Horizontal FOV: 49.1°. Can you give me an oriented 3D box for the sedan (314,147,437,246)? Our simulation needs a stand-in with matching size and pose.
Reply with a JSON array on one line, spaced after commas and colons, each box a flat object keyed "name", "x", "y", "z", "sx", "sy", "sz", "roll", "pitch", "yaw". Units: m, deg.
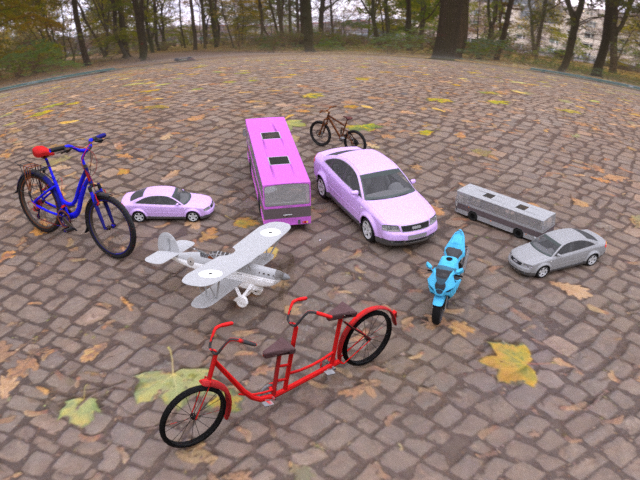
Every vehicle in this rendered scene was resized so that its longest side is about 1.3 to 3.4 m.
[{"name": "sedan", "x": 0.904, "y": -0.921, "z": 12.177, "sx": 1.235, "sy": 0.940, "sz": 3.137, "roll": -12, "pitch": 32, "yaw": -21}]

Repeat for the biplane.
[{"name": "biplane", "x": -1.370, "y": 0.330, "z": 9.910, "sx": 2.120, "sy": 0.981, "sz": 2.598, "roll": 12, "pitch": 31, "yaw": 20}]

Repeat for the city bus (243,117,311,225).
[{"name": "city bus", "x": -0.820, "y": -1.291, "z": 12.881, "sx": 0.926, "sy": 0.894, "sz": 3.255, "roll": -5, "pitch": 30, "yaw": -9}]

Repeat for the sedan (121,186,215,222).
[{"name": "sedan", "x": -2.647, "y": -0.658, "z": 12.174, "sx": 1.613, "sy": 0.483, "sz": 0.635, "roll": 0, "pitch": 29, "yaw": 0}]

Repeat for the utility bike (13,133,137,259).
[{"name": "utility bike", "x": -3.905, "y": -0.814, "z": 11.068, "sx": 2.791, "sy": 1.839, "sz": 1.039, "roll": 17, "pitch": 34, "yaw": 27}]

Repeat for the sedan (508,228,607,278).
[{"name": "sedan", "x": 3.650, "y": 0.139, "z": 10.757, "sx": 1.613, "sy": 0.483, "sz": 0.635, "roll": -12, "pitch": 31, "yaw": -20}]

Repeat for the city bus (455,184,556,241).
[{"name": "city bus", "x": 3.096, "y": -0.448, "z": 11.825, "sx": 1.674, "sy": 0.460, "sz": 0.476, "roll": 25, "pitch": 38, "yaw": 37}]

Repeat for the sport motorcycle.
[{"name": "sport motorcycle", "x": 1.782, "y": 0.508, "z": 9.756, "sx": 0.506, "sy": 0.821, "sz": 1.520, "roll": 10, "pitch": 31, "yaw": 18}]

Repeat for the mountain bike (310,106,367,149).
[{"name": "mountain bike", "x": 0.367, "y": -2.281, "z": 14.668, "sx": 1.469, "sy": 0.868, "sz": 0.573, "roll": 21, "pitch": 36, "yaw": 33}]

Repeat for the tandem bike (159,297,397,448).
[{"name": "tandem bike", "x": -0.345, "y": 1.287, "z": 7.855, "sx": 3.192, "sy": 1.326, "sz": 0.550, "roll": -19, "pitch": 35, "yaw": -30}]
